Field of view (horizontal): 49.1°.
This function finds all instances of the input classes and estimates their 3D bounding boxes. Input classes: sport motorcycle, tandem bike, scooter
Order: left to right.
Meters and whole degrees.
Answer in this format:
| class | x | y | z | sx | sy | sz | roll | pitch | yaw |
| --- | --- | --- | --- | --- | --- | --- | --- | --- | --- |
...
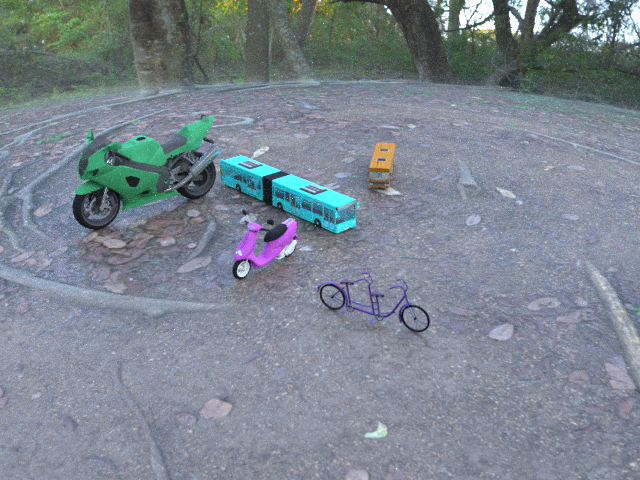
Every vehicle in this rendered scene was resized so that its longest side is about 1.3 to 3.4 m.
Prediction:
| class | x | y | z | sx | sy | sz | roll | pitch | yaw |
| --- | --- | --- | --- | --- | --- | --- | --- | --- | --- |
| sport motorcycle | -3.058 | -1.245 | 12.451 | 2.955 | 1.596 | 0.983 | -23 | 34 | -39 |
| scooter | -0.817 | -0.010 | 10.637 | 0.662 | 0.919 | 1.399 | 21 | 32 | 37 |
| tandem bike | 0.687 | 0.768 | 9.273 | 1.642 | 0.682 | 0.283 | 13 | 28 | 25 |

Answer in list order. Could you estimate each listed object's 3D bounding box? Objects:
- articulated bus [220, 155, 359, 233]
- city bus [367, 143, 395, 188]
| class | x | y | z | sx | sy | sz | roll | pitch | yaw |
| --- | --- | --- | --- | --- | --- | --- | --- | --- | --- |
| articulated bus | -0.672 | -0.906 | 12.946 | 0.605 | 0.561 | 3.401 | -22 | 33 | -38 |
| city bus | 1.283 | -1.530 | 14.380 | 0.476 | 0.460 | 1.674 | 4 | 26 | 9 |
